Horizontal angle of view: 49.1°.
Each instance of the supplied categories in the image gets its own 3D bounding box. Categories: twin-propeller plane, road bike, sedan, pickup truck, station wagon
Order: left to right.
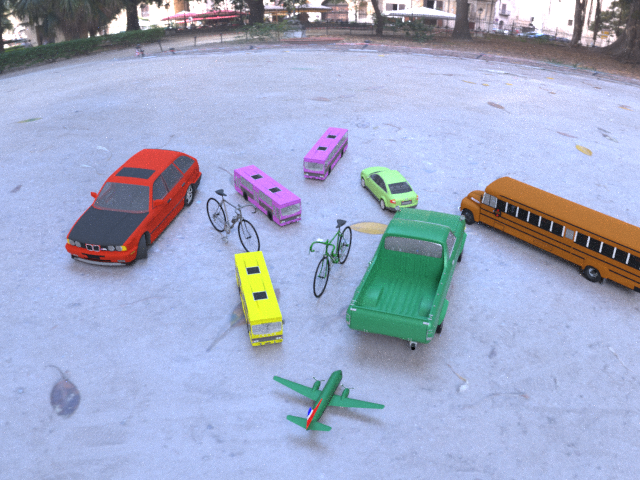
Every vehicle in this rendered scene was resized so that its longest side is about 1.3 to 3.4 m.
[{"bbox_3d":[-3.043,-0.680,11.652,1.327,0.920,3.105,7,31,11],"label":"station wagon"},{"bbox_3d":[-1.406,-0.334,11.132,0.358,0.852,1.545,-22,37,-33],"label":"road bike"},{"bbox_3d":[0.051,1.774,7.993,1.370,0.407,1.095,11,32,18],"label":"twin-propeller plane"},{"bbox_3d":[0.201,0.194,10.237,0.358,0.852,1.545,12,32,19],"label":"road bike"},{"bbox_3d":[1.228,-1.008,12.639,0.635,0.483,1.613,-10,32,-16],"label":"sedan"},{"bbox_3d":[1.309,0.330,9.865,1.244,0.993,3.117,9,32,16],"label":"pickup truck"}]

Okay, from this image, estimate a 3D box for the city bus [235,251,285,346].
[{"bbox_3d":[-0.862,0.782,9.624,0.476,0.460,1.674,-7,31,-11],"label":"city bus"}]

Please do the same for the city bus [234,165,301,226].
[{"bbox_3d":[-0.940,-0.786,12.284,0.476,0.460,1.674,-19,35,-28],"label":"city bus"}]

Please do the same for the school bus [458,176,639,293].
[{"bbox_3d":[3.630,-0.214,10.936,0.709,0.844,3.322,-24,38,-35],"label":"school bus"}]

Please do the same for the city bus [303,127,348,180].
[{"bbox_3d":[0.134,-1.713,13.858,0.476,0.460,1.674,9,32,15],"label":"city bus"}]
